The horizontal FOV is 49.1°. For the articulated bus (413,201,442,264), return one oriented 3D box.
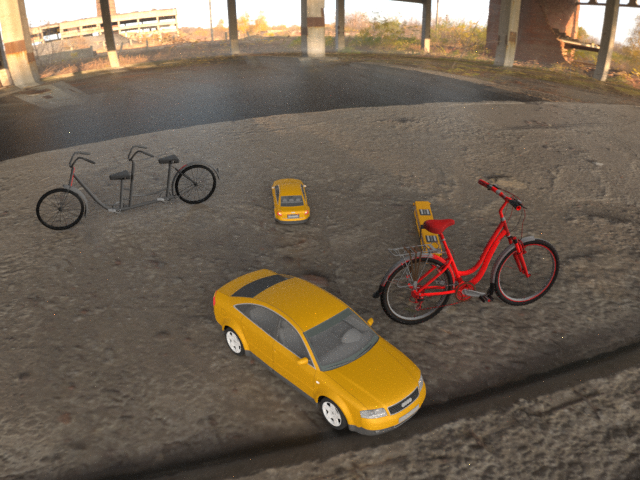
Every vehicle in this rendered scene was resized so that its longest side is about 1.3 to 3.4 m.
[{"bbox_3d":[1.782,-0.152,11.633,0.311,0.289,1.749,0,29,1],"label":"articulated bus"}]

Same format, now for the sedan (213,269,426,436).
[{"bbox_3d":[-0.086,1.191,8.598,1.235,0.940,3.137,-25,38,-36],"label":"sedan"}]

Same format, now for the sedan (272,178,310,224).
[{"bbox_3d":[-0.538,-0.777,12.540,0.635,0.483,1.613,-3,30,-5],"label":"sedan"}]

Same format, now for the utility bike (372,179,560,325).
[{"bbox_3d":[2.009,0.180,9.472,2.791,1.839,1.039,-8,30,-14],"label":"utility bike"}]

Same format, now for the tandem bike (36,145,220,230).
[{"bbox_3d":[-3.267,-1.000,12.079,3.192,1.326,0.550,-13,32,-22],"label":"tandem bike"}]
